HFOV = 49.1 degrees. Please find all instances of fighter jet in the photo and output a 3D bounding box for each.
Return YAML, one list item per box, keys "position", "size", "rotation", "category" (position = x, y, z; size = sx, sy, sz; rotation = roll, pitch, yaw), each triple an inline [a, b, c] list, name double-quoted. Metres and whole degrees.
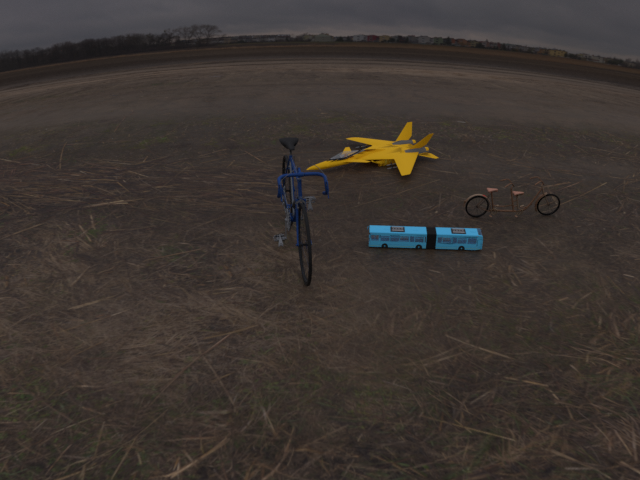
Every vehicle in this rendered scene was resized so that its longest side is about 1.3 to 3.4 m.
- position: [0.927, -1.760, 13.741]
  size: [2.640, 0.557, 2.229]
  rotation: [-13, 31, -23]
  category: "fighter jet"

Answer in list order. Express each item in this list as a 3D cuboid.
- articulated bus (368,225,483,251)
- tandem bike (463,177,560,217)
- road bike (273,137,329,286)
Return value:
- position: [1.607, -0.035, 10.795]
  size: [1.749, 0.289, 0.311]
  rotation: [2, 28, 3]
  category: "articulated bus"
- position: [3.201, -0.697, 11.618]
  size: [1.642, 0.682, 0.283]
  rotation: [-1, 28, -3]
  category: "tandem bike"
- position: [-0.369, -0.584, 10.372]
  size: [0.696, 1.656, 3.004]
  rotation: [-4, 28, -8]
  category: "road bike"
